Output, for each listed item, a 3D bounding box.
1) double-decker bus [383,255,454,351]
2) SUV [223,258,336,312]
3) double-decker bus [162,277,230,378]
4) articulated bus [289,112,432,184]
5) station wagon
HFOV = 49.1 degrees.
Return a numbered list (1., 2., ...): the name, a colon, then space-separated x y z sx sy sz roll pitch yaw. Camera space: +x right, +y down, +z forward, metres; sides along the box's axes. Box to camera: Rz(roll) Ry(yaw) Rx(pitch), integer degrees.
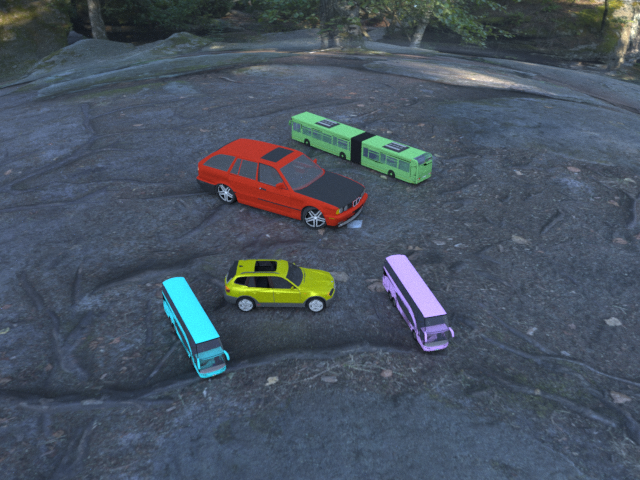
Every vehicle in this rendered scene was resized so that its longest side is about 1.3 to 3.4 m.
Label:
1. double-decker bus: 1.276 0.836 9.416 0.389 0.541 1.672 -8 31 -13
2. SUV: -0.562 0.599 9.783 1.572 0.580 0.656 0 30 1
3. double-decker bus: -1.628 1.106 8.952 0.389 0.541 1.672 -14 33 -23
4. articulated bus: 0.737 -1.898 14.094 3.401 0.561 0.605 26 39 37
5. station wagon: -0.681 -1.077 12.325 3.105 0.920 1.327 17 34 27
